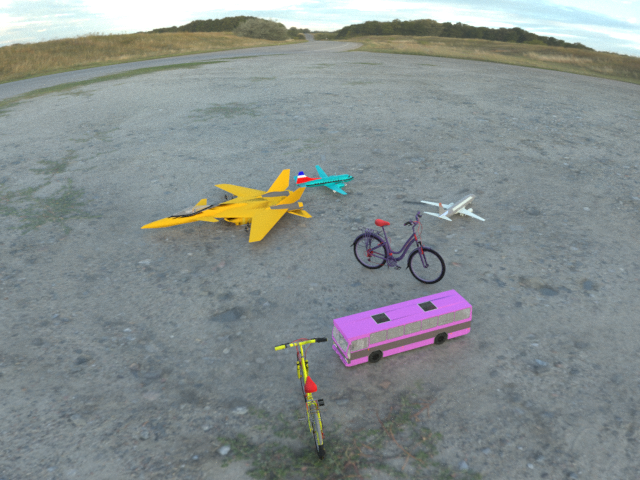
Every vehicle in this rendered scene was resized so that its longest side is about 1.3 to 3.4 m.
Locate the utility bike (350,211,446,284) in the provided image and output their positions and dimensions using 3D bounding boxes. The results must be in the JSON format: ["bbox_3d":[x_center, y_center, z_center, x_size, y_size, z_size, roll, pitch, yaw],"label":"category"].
[{"bbox_3d":[1.089,0.052,9.688,1.435,0.946,0.535,15,32,25],"label":"utility bike"}]

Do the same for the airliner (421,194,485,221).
[{"bbox_3d":[2.242,-0.619,11.458,1.161,0.429,1.307,20,35,33],"label":"airliner"}]

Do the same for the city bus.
[{"bbox_3d":[0.988,1.053,8.359,1.674,0.460,0.476,-12,31,-20],"label":"city bus"}]

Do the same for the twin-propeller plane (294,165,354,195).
[{"bbox_3d":[0.097,-1.084,12.335,1.095,0.407,1.370,-11,30,-19],"label":"twin-propeller plane"}]

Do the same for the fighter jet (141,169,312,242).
[{"bbox_3d":[-1.558,-0.561,11.220,2.640,0.557,2.229,-10,30,-18],"label":"fighter jet"}]

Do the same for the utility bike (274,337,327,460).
[{"bbox_3d":[-0.157,1.500,7.032,0.535,0.946,1.435,-5,29,-9],"label":"utility bike"}]
